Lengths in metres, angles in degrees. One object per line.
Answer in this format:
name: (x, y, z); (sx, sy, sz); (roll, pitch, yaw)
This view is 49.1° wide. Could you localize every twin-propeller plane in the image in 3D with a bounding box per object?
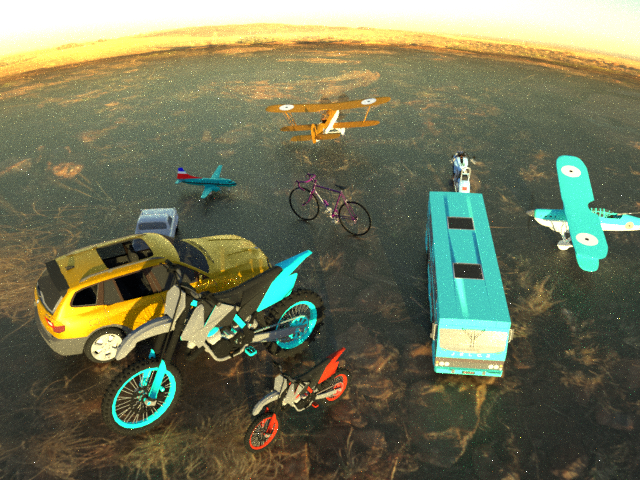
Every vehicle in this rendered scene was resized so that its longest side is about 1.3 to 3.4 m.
twin-propeller plane: (-2.021, -1.085, 12.491); (1.095, 0.407, 1.370); (3, 30, 5)

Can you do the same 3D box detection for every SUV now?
SUV: (-2.091, 0.518, 9.036); (3.058, 1.128, 1.276); (-17, 34, -26)

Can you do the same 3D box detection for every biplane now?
biplane: (0.064, -2.364, 14.110); (2.598, 0.981, 2.120); (7, 31, 11)
biplane: (4.196, -0.293, 10.568); (2.120, 0.981, 2.598); (4, 31, 7)

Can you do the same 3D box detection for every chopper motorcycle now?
chopper motorcycle: (2.495, -1.230, 12.389); (0.466, 0.761, 1.563); (3, 30, 4)

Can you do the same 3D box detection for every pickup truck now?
pickup truck: (-2.531, -0.088, 10.684); (0.640, 0.511, 1.603); (-3, 30, -5)

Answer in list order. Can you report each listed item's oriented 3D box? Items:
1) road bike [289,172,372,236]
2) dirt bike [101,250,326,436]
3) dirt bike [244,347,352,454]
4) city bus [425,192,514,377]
road bike: (0.144, -0.572, 11.174); (1.545, 0.852, 0.358); (18, 35, 27)
dirt bike: (-1.071, 1.005, 7.671); (2.903, 1.666, 1.024); (-23, 37, -34)
dirt bike: (-0.204, 1.641, 7.385); (1.493, 0.857, 0.527); (-25, 39, -36)
city bus: (1.878, 0.467, 9.355); (0.926, 0.894, 3.255); (3, 30, 5)
